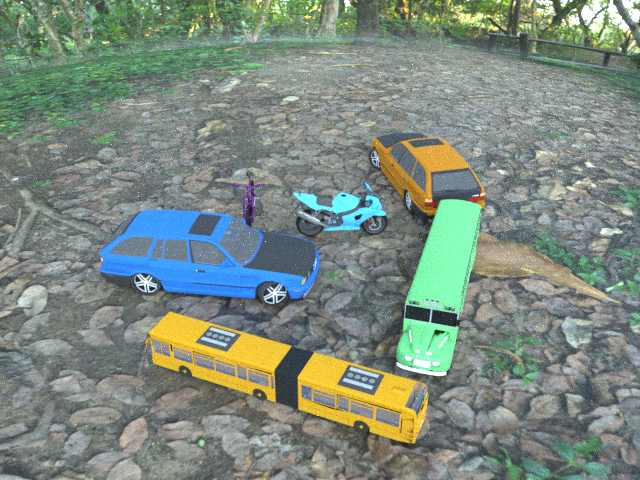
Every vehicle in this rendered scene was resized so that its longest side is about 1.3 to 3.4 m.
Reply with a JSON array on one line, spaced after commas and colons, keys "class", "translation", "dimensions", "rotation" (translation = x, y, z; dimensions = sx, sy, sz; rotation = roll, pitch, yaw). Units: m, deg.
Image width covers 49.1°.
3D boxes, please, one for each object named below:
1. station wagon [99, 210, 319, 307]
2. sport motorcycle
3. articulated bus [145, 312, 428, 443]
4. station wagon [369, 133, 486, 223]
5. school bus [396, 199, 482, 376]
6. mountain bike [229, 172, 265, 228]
[{"class": "station wagon", "translation": [-1.556, 0.172, 10.106], "dimensions": [3.105, 0.920, 1.327], "rotation": [4, 31, 7]}, {"class": "sport motorcycle", "translation": [0.340, -0.442, 11.236], "dimensions": [1.520, 0.821, 0.506], "rotation": [-1, 31, -2]}, {"class": "articulated bus", "translation": [-0.459, 1.548, 8.146], "dimensions": [3.401, 0.561, 0.605], "rotation": [13, 33, 20]}, {"class": "station wagon", "translation": [1.868, -1.374, 12.705], "dimensions": [1.327, 0.920, 3.105], "rotation": [-7, 32, -12]}, {"class": "school bus", "translation": [1.677, 0.543, 9.558], "dimensions": [0.709, 0.844, 3.322], "rotation": [9, 32, 14]}, {"class": "mountain bike", "translation": [-1.160, -0.650, 11.539], "dimensions": [0.573, 0.868, 1.469], "rotation": [-1, 31, -1]}]
